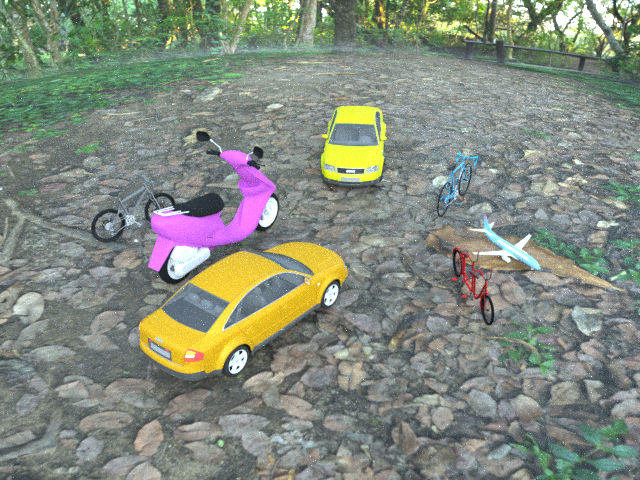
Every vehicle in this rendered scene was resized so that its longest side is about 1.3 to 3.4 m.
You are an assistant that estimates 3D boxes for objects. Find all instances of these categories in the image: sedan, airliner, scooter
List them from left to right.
[{"bbox_3d":[-1.490,-0.550,10.292,1.288,1.786,2.721,19,34,31],"label":"scooter"},{"bbox_3d":[-0.858,0.679,8.950,1.235,0.940,3.137,21,35,33],"label":"sedan"},{"bbox_3d":[0.687,-1.996,13.769,1.235,0.940,3.137,3,29,5],"label":"sedan"},{"bbox_3d":[2.884,0.040,10.626,1.161,0.429,1.307,-15,33,-26],"label":"airliner"}]

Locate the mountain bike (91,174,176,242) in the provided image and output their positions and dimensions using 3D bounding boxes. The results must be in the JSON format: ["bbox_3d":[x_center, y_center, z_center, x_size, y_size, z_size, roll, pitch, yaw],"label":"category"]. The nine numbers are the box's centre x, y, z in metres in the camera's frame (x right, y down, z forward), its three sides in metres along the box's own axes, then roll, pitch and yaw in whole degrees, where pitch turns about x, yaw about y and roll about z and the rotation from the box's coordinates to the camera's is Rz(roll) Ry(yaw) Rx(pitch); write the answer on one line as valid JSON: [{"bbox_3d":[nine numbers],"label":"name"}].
[{"bbox_3d":[-2.966,-0.501,11.150,1.469,0.868,0.573,-22,36,-34],"label":"mountain bike"}]

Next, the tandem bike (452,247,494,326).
[{"bbox_3d":[2.086,0.492,9.553,0.283,0.682,1.642,-4,29,-7],"label":"tandem bike"}]

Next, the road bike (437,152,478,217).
[{"bbox_3d":[2.337,-0.987,12.042,0.358,0.852,1.545,16,33,27],"label":"road bike"}]
